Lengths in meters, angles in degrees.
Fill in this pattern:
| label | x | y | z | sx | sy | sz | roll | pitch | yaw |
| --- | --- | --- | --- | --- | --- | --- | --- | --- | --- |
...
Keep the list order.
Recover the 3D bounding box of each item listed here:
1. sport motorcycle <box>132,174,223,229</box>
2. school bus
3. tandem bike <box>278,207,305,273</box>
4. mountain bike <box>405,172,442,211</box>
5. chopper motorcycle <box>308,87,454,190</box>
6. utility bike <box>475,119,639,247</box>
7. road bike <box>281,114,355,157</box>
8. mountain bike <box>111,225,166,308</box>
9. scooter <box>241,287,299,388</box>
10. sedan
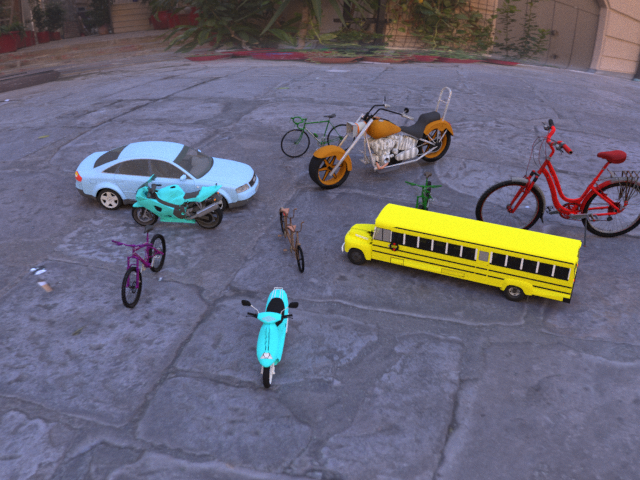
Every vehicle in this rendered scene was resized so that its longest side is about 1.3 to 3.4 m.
| label | x | y | z | sx | sy | sz | roll | pitch | yaw |
| --- | --- | --- | --- | --- | --- | --- | --- | --- | --- |
| sport motorcycle | -2.293 | -0.570 | 11.217 | 1.520 | 0.821 | 0.506 | 2 | 30 | 3 |
| school bus | 1.918 | 0.137 | 9.958 | 3.322 | 0.844 | 0.709 | 12 | 32 | 21 |
| tandem bike | -0.437 | -0.137 | 10.601 | 0.283 | 0.682 | 1.642 | -7 | 31 | -12 |
| mountain bike | 1.668 | -0.624 | 11.265 | 0.573 | 0.868 | 1.469 | 8 | 31 | 13 |
| chopper motorcycle | 1.181 | -1.885 | 12.853 | 3.040 | 1.480 | 0.906 | -15 | 33 | -24 |
| utility bike | 3.803 | -0.771 | 10.544 | 2.791 | 1.839 | 1.039 | 0 | 30 | 0 |
| road bike | -0.029 | -2.076 | 13.818 | 1.545 | 0.852 | 0.358 | -9 | 31 | -15 |
| mountain bike | -2.443 | 0.278 | 9.688 | 0.573 | 0.868 | 1.469 | 5 | 30 | 9 |
| scooter | -0.562 | 1.015 | 8.349 | 0.662 | 0.919 | 1.399 | 2 | 30 | 4 |
| sedan | -2.636 | -1.156 | 12.121 | 3.137 | 0.940 | 1.235 | 3 | 30 | 4 |
